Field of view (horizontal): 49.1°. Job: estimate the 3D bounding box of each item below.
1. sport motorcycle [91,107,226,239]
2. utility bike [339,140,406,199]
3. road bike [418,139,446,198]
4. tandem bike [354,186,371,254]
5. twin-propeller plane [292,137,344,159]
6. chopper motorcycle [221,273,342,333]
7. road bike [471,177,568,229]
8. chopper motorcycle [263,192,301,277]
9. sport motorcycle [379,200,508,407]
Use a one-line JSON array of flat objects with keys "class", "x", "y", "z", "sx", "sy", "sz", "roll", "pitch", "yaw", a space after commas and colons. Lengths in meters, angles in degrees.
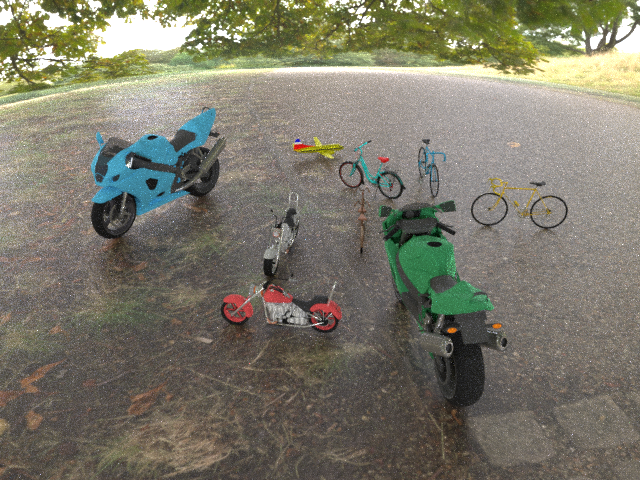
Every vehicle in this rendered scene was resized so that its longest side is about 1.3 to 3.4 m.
[{"class": "sport motorcycle", "x": -2.689, "y": -1.167, "z": 11.699, "sx": 0.983, "sy": 1.596, "sz": 2.955, "roll": 16, "pitch": 31, "yaw": 29}, {"class": "utility bike", "x": 0.899, "y": -1.244, "z": 12.563, "sx": 1.435, "sy": 0.946, "sz": 0.535, "roll": 19, "pitch": 32, "yaw": 32}, {"class": "road bike", "x": 2.007, "y": -1.388, "z": 12.947, "sx": 0.358, "sy": 0.852, "sz": 1.545, "roll": -3, "pitch": 27, "yaw": -5}, {"class": "tandem bike", "x": 0.672, "y": -0.382, "z": 11.170, "sx": 0.283, "sy": 0.682, "sz": 1.642, "roll": 2, "pitch": 27, "yaw": 3}, {"class": "twin-propeller plane", "x": -0.020, "y": -1.942, "z": 14.516, "sx": 1.095, "sy": 0.407, "sz": 1.370, "roll": -7, "pitch": 28, "yaw": -14}, {"class": "chopper motorcycle", "x": -0.497, "y": 0.786, "z": 8.804, "sx": 1.563, "sy": 0.761, "sz": 0.466, "roll": 5, "pitch": 28, "yaw": 10}, {"class": "road bike", "x": 3.254, "y": -0.590, "z": 11.391, "sx": 1.545, "sy": 0.852, "sz": 0.358, "roll": 3, "pitch": 27, "yaw": 6}, {"class": "chopper motorcycle", "x": -0.572, "y": -0.099, "z": 10.531, "sx": 0.466, "sy": 0.761, "sz": 1.563, "roll": 6, "pitch": 28, "yaw": 12}, {"class": "sport motorcycle", "x": 1.324, "y": 0.599, "z": 8.252, "sx": 0.983, "sy": 1.596, "sz": 2.955, "roll": -5, "pitch": 27, "yaw": -9}]
